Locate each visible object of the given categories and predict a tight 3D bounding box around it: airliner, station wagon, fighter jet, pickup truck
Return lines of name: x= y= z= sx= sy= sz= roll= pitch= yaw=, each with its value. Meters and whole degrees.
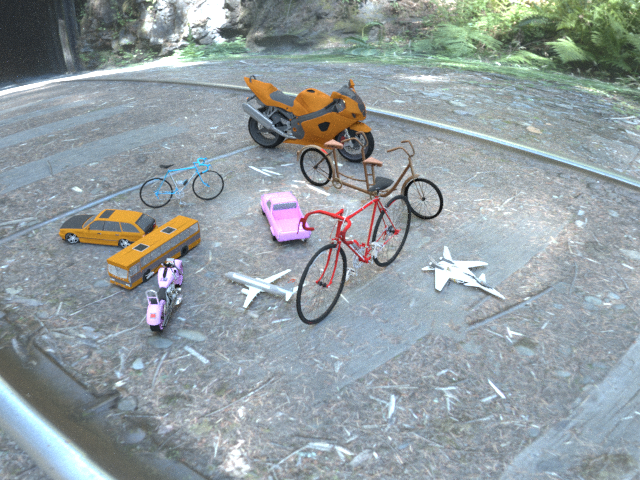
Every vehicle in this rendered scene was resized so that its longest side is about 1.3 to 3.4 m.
airliner: x=-0.886 y=0.580 z=10.290 sx=1.307 sy=0.429 sz=1.161 roll=17 pitch=33 yaw=27
station wagon: x=-3.550 y=-0.232 z=11.681 sx=1.597 sy=0.473 sz=0.682 roll=5 pitch=30 yaw=8
fighter jet: x=2.237 y=0.523 z=10.537 sx=1.147 sy=0.286 sz=1.358 roll=-23 pitch=37 yaw=-35
pickup truck: x=-0.608 y=-0.449 z=12.026 sx=0.640 sy=0.511 sz=1.603 roll=-7 pitch=30 yaw=-13

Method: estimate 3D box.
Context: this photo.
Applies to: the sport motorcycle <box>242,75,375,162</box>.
sport motorcycle: x=-0.249 y=-2.543 z=14.625 sx=2.955 sy=1.596 sz=0.983 roll=12 pitch=32 yaw=20

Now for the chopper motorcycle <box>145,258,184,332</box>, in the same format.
chopper motorcycle: x=-2.165 y=0.635 z=9.857 sx=0.466 sy=0.761 sz=1.563 roll=1 pitch=30 yaw=2

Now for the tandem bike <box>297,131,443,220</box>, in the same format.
tandem bike: x=0.836 y=-1.304 z=12.711 sx=3.192 sy=1.326 sz=0.550 roll=20 pitch=35 yaw=31

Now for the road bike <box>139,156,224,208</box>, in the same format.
road bike: x=-2.510 y=-1.039 z=12.723 sx=1.545 sy=0.852 sz=0.358 roll=-10 pitch=31 yaw=-17

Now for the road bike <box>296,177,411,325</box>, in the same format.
road bike: x=0.573 y=0.018 z=10.040 sx=0.696 sy=1.656 sz=3.004 roll=19 pitch=35 yaw=30

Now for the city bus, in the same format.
city bus: x=-2.563 y=0.183 z=10.962 sx=0.476 sy=0.460 sz=1.674 roll=16 pitch=33 yaw=26
